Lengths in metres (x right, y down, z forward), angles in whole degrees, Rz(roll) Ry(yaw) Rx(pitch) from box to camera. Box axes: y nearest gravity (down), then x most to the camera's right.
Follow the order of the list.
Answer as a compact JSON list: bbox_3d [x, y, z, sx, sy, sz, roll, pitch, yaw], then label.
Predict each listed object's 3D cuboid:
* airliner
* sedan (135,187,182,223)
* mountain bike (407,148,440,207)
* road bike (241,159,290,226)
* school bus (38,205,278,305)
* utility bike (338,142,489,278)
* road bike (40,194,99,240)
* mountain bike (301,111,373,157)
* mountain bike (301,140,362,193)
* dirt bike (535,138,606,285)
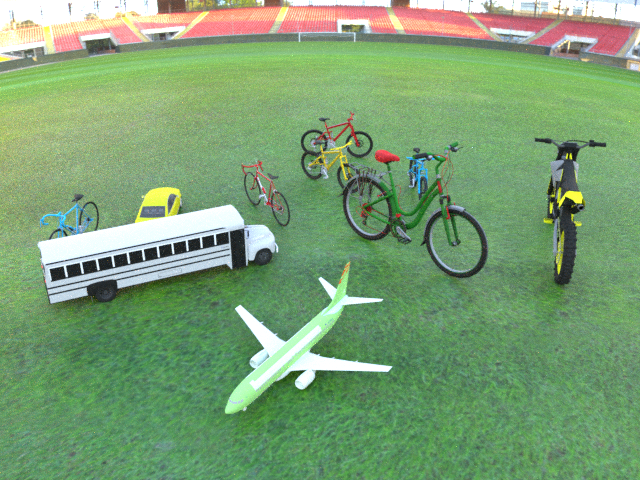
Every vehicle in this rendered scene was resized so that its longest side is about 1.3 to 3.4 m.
[{"bbox_3d":[-0.294,1.126,8.260,2.257,0.835,2.541,18,34,29],"label":"airliner"},{"bbox_3d":[-2.686,-0.550,11.675,0.635,0.483,1.613,-1,29,-2],"label":"sedan"},{"bbox_3d":[1.745,-1.166,12.396,0.573,0.868,1.469,-2,29,-3],"label":"mountain bike"},{"bbox_3d":[-0.913,-0.813,11.771,0.358,0.852,1.545,-18,33,-29],"label":"road bike"},{"bbox_3d":[-2.219,0.153,10.022,3.322,0.844,0.709,-13,31,-22],"label":"school bus"},{"bbox_3d":[1.383,-0.627,10.408,2.791,1.839,1.039,25,37,37],"label":"utility bike"},{"bbox_3d":[-3.766,-0.205,10.665,0.358,0.852,1.545,6,29,10],"label":"road bike"},{"bbox_3d":[0.337,-2.083,14.065,1.469,0.868,0.573,3,29,5],"label":"mountain bike"},{"bbox_3d":[0.189,-1.396,12.815,1.469,0.868,0.573,24,37,36],"label":"mountain bike"},{"bbox_3d":[3.671,-0.620,10.575,1.024,1.666,2.903,6,29,11],"label":"dirt bike"}]
